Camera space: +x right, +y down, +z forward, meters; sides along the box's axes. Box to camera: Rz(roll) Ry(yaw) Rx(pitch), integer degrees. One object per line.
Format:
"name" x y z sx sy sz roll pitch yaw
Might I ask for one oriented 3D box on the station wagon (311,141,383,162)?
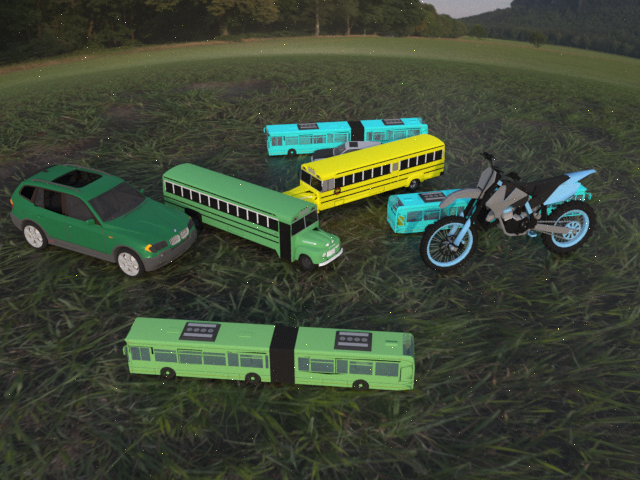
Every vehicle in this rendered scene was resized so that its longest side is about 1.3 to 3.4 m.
"station wagon" 0.622 -1.677 13.863 1.597 0.473 0.682 0 29 0

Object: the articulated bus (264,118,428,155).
"articulated bus" 0.549 -2.172 14.675 3.401 0.561 0.605 -4 29 -8

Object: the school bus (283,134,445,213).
"school bus" 0.772 -1.143 12.505 3.322 0.844 0.709 -18 33 -29

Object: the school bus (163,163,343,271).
"school bus" -1.123 -0.419 11.184 3.322 0.844 0.709 19 34 31

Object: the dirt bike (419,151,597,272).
"dirt bike" 2.845 -0.386 10.269 2.903 1.666 1.024 -8 30 -14

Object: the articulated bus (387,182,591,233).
"articulated bus" 2.830 -0.576 11.764 3.401 0.561 0.605 -6 29 -11

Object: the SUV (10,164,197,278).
"SUV" -3.396 -0.399 10.851 3.058 1.128 1.276 14 32 23

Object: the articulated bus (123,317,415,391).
"articulated bus" -0.602 1.338 8.274 3.401 0.561 0.605 3 29 5
